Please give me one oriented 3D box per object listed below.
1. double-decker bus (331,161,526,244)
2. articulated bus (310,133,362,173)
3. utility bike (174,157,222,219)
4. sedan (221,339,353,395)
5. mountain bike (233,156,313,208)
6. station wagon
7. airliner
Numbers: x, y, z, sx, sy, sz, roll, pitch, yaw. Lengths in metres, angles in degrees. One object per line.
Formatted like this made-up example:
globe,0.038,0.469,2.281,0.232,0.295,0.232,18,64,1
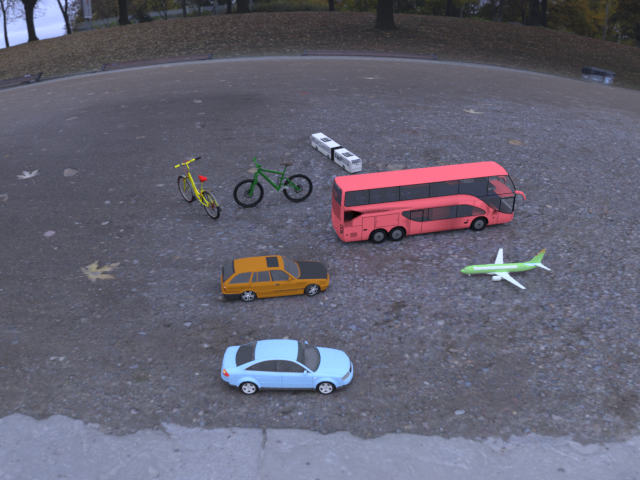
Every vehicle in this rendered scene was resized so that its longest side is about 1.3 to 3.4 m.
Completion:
double-decker bus,1.811,-0.657,11.808,3.251,1.052,0.756,-7,30,-12
articulated bus,0.322,-1.843,14.679,0.311,0.289,1.749,-15,33,-24
utility bike,-2.207,-0.918,12.377,0.535,0.946,1.435,-22,36,-34
sedan,-0.400,1.509,8.554,1.613,0.483,0.635,0,29,0
mountain bike,-0.847,-1.031,12.656,1.469,0.868,0.573,-7,30,-12
station wagon,-0.660,0.516,10.320,1.597,0.473,0.682,-4,30,-8
airliner,2.795,0.347,10.664,1.307,0.429,1.161,-2,30,-3
